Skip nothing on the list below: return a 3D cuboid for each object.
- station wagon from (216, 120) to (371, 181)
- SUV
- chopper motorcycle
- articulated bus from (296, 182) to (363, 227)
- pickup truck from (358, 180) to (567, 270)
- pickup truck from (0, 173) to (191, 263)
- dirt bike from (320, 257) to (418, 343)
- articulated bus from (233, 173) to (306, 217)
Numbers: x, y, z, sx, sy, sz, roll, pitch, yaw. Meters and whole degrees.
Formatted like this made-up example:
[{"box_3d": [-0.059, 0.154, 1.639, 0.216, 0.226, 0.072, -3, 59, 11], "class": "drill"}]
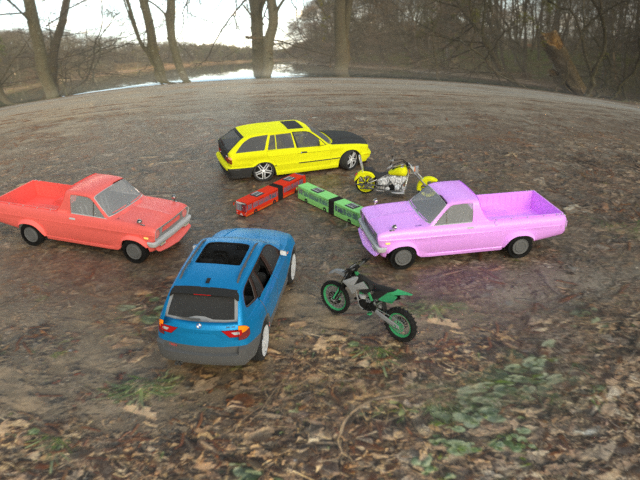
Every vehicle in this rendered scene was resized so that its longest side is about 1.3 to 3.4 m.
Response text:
[{"box_3d": [-0.509, -1.917, 14.217, 3.105, 0.920, 1.327, -9, 27, -18], "class": "station wagon"}, {"box_3d": [-1.110, 0.483, 9.015, 1.276, 1.128, 3.058, 4, 26, 7], "class": "SUV"}, {"box_3d": [1.409, -1.169, 12.854, 1.563, 0.761, 0.466, 3, 26, 7], "class": "chopper motorcycle"}, {"box_3d": [0.226, -0.630, 12.282, 0.311, 0.289, 1.749, -20, 32, -35], "class": "articulated bus"}, {"box_3d": [2.184, -0.345, 10.884, 3.117, 0.993, 1.244, -5, 26, -11], "class": "pickup truck"}, {"box_3d": [-3.661, -0.485, 11.172, 3.117, 0.993, 1.244, 8, 27, 17], "class": "pickup truck"}, {"box_3d": [0.590, 0.725, 8.825, 1.493, 0.857, 0.527, 20, 32, 35], "class": "dirt bike"}, {"box_3d": [-0.873, -0.839, 12.714, 0.311, 0.289, 1.749, 17, 31, 31], "class": "articulated bus"}]
